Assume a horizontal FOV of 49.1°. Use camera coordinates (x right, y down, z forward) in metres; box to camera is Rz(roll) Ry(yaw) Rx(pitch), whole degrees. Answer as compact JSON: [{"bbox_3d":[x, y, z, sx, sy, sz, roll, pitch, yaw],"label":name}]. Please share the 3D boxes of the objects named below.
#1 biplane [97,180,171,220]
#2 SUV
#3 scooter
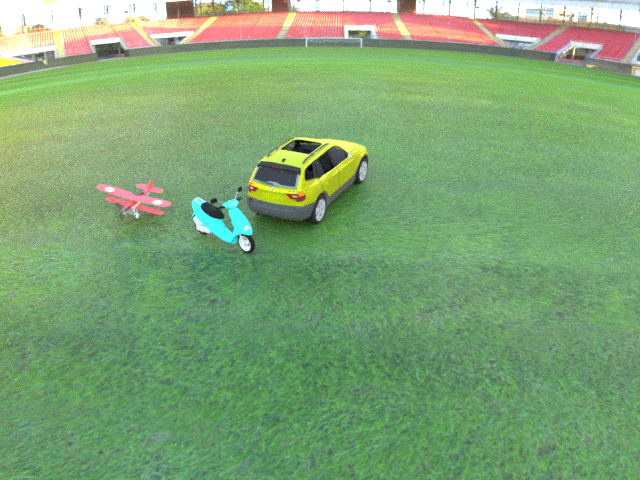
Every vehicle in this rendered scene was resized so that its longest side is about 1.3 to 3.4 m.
[{"bbox_3d":[-3.120,-0.705,12.089,1.336,0.504,1.090,7,29,13],"label":"biplane"},{"bbox_3d":[-0.150,-1.285,12.511,1.276,1.128,3.058,13,31,22],"label":"SUV"},{"bbox_3d":[-1.552,-0.369,11.024,1.399,0.919,0.662,21,35,34],"label":"scooter"}]
